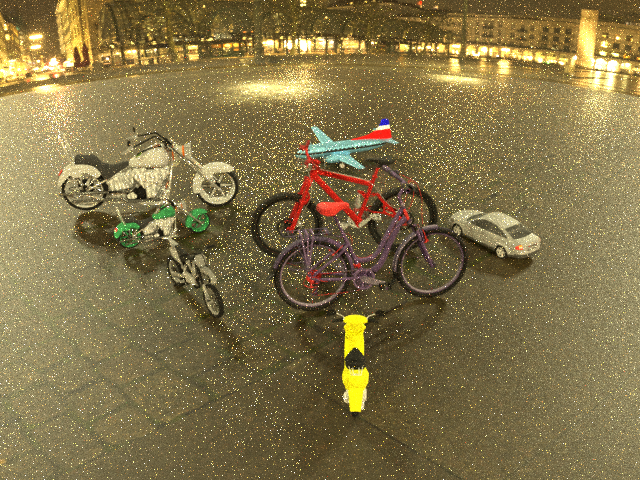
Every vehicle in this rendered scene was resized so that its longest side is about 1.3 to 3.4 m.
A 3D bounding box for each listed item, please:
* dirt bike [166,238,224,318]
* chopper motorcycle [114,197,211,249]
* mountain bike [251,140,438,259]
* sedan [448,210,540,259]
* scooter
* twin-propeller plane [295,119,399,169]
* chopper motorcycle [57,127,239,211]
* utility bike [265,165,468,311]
[{"bbox_3d":[-1.710,0.447,9.458,0.527,0.857,1.493,-20,33,-33],"label":"dirt bike"},{"bbox_3d":[-2.488,-0.332,11.072,1.563,0.761,0.466,-16,31,-28],"label":"chopper motorcycle"},{"bbox_3d":[0.384,-0.527,10.439,2.857,1.688,1.114,-4,28,-7],"label":"mountain bike"},{"bbox_3d":[2.731,-0.179,11.079,0.635,0.483,1.613,-18,32,-31],"label":"sedan"},{"bbox_3d":[0.393,1.257,7.820,0.662,0.919,1.399,1,27,2],"label":"scooter"},{"bbox_3d":[0.499,-1.990,14.252,2.129,0.792,2.663,-10,29,-18],"label":"twin-propeller plane"},{"bbox_3d":[-2.948,-1.219,12.007,3.040,1.480,0.906,-4,28,-7],"label":"chopper motorcycle"},{"bbox_3d":[0.638,-0.005,9.263,2.791,1.839,1.039,-5,28,-10],"label":"utility bike"}]
